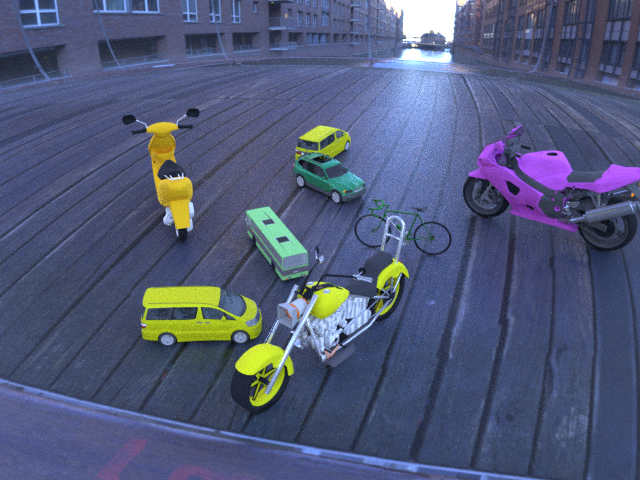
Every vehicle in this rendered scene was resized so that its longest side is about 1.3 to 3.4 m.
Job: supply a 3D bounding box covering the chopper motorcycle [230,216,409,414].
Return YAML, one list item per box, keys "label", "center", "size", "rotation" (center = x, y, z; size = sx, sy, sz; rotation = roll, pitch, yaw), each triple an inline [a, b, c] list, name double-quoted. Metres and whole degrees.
- label: "chopper motorcycle"
  center: [0.093, 0.835, 8.508]
  size: [0.906, 1.480, 3.040]
  rotation: [23, 37, 35]

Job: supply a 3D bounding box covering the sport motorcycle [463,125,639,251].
- label: "sport motorcycle"
  center: [3.741, -0.830, 11.380]
  size: [2.955, 1.596, 0.983]
  rotation: [18, 34, 30]

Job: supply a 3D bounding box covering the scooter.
- label: "scooter"
  center: [-2.566, -1.222, 11.890]
  size: [1.288, 1.786, 2.721]
  rotation: [-9, 30, -16]

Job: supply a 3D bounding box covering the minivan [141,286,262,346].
- label: "minivan"
  center: [-1.544, 0.961, 9.172]
  size: [1.548, 0.616, 0.681]
  rotation: [-2, 29, -3]

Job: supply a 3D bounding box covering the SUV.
- label: "SUV"
  center: [0.162, -1.199, 13.088]
  size: [0.656, 0.580, 1.572]
  rotation: [-24, 37, -37]

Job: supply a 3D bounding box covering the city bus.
- label: "city bus"
  center: [-0.694, 0.049, 10.969]
  size: [0.476, 0.460, 1.674]
  rotation: [-12, 31, -21]

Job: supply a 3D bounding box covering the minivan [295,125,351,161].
- label: "minivan"
  center: [0.091, -2.032, 14.549]
  size: [0.681, 0.616, 1.548]
  rotation: [15, 32, 25]

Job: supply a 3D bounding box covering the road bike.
- label: "road bike"
  center: [1.300, -0.195, 11.005]
  size: [1.545, 0.852, 0.358]
  rotation: [7, 30, 13]
